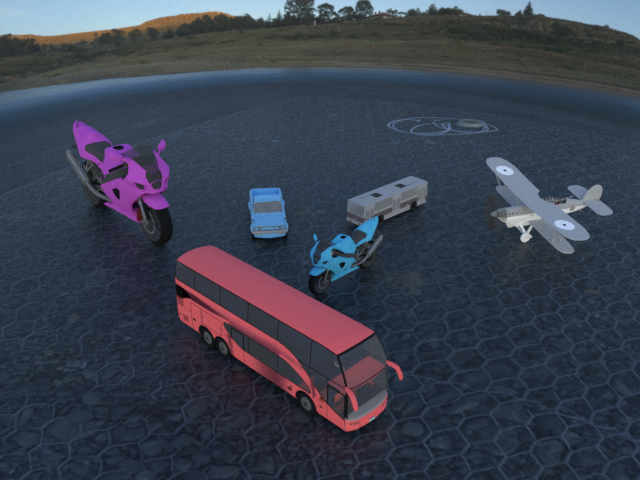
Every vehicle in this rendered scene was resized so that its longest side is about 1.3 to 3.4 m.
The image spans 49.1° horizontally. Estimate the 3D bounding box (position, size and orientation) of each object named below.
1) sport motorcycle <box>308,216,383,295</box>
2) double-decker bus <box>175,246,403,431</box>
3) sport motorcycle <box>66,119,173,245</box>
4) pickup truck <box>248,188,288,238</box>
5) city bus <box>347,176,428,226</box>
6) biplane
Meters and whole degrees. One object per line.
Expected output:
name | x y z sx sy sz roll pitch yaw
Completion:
sport motorcycle | 0.359 0.218 10.225 0.506 0.821 1.520 22 34 36
double-decker bus | -0.525 1.080 8.239 0.756 1.052 3.251 -24 35 -39
sport motorcycle | -3.360 -1.015 11.825 0.983 1.596 2.955 -22 34 -37
pickup truck | -0.908 -0.534 12.078 0.640 0.511 1.603 -3 27 -6
city bus | 1.212 -0.669 12.404 1.674 0.460 0.476 -22 34 -37
biplane | 3.751 -0.514 11.511 2.120 0.981 2.598 -9 28 -17
